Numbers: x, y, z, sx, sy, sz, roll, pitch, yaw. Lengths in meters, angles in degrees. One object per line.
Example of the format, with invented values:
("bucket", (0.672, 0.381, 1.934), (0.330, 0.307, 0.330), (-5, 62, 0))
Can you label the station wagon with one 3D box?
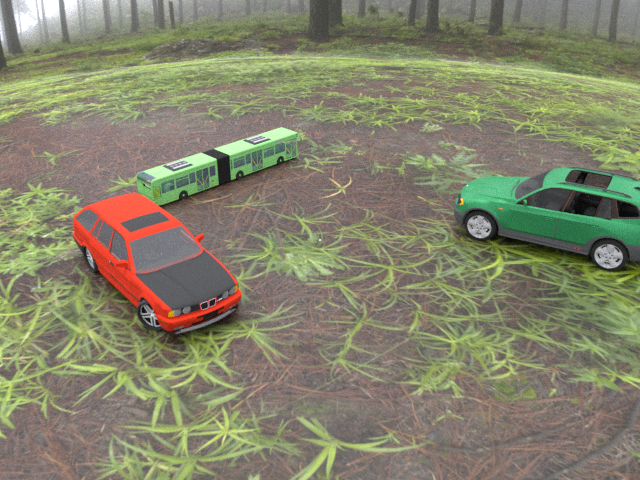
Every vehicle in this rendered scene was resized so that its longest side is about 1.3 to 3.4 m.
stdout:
("station wagon", (-2.294, 0.172, 9.518), (1.327, 0.920, 3.105), (-21, 34, -33))

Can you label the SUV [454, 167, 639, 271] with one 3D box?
("SUV", (3.585, -0.500, 10.559), (3.058, 1.128, 1.276), (15, 31, 26))

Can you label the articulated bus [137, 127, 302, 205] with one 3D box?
("articulated bus", (-1.751, -1.391, 12.835), (0.605, 0.561, 3.401), (25, 37, 38))
